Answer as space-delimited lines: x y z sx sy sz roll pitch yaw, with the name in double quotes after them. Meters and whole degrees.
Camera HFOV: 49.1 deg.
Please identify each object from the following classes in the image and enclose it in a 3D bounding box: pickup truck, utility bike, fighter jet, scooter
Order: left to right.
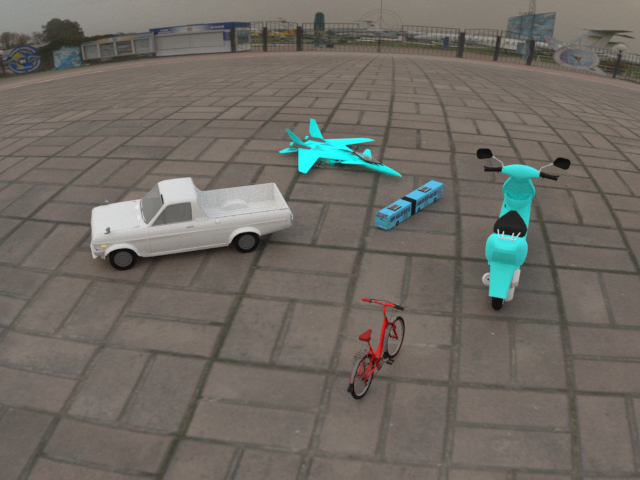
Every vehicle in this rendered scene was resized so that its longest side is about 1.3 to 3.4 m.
-2.028 -0.393 10.978 3.117 0.993 1.244 -8 30 -14 "pickup truck"
0.529 -1.764 13.872 2.640 0.557 2.229 22 36 34 "fighter jet"
0.639 1.195 8.192 0.535 0.946 1.435 16 33 27 "utility bike"
2.748 -0.291 9.984 1.288 1.786 2.721 10 31 17 "scooter"

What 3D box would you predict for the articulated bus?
1.572 -0.617 12.099 0.311 0.289 1.749 23 36 34 "articulated bus"
